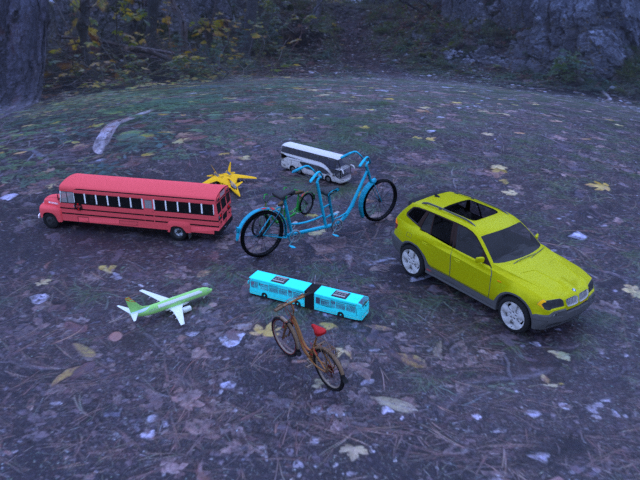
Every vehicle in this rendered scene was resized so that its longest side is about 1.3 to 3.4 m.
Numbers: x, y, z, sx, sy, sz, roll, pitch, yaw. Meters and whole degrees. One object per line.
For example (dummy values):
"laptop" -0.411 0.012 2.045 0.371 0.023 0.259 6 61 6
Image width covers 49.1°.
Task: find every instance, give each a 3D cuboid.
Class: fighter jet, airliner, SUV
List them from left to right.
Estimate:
"airliner" -2.016 0.765 9.416 1.307 0.429 1.161 -20 32 -35
"fighter jet" -1.757 -1.164 13.626 1.147 0.286 1.358 -10 27 -20
"SUV" 2.341 0.181 9.829 1.276 1.128 3.058 -18 31 -33

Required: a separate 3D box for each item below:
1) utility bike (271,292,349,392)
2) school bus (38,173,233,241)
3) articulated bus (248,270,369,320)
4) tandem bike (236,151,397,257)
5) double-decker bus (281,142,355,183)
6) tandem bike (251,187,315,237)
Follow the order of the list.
"utility bike" -0.189 1.150 8.011 0.535 0.946 1.435 -19 31 -34
"school bus" -3.164 -0.590 11.774 3.322 0.844 0.709 5 26 11
"articulated bus" -0.180 0.751 9.608 1.749 0.289 0.311 12 28 23
"tandem bike" 0.035 -0.625 11.289 3.192 1.326 0.550 -17 30 -31
"double-decker bus" -0.076 -1.559 14.158 1.672 0.541 0.389 19 31 34
"tandem bike" -0.602 -0.572 11.926 0.283 0.682 1.642 19 31 34
